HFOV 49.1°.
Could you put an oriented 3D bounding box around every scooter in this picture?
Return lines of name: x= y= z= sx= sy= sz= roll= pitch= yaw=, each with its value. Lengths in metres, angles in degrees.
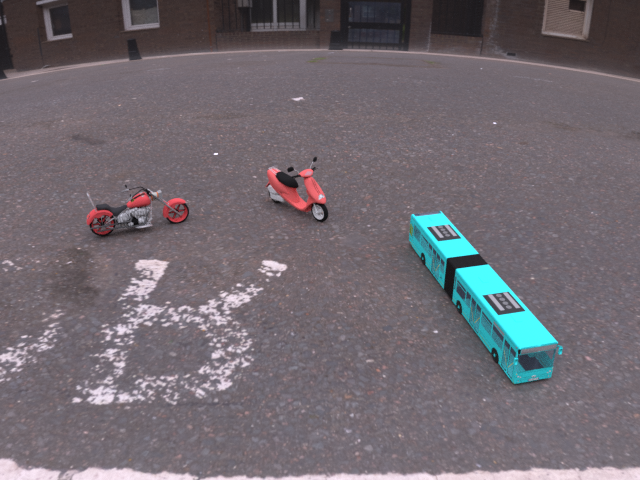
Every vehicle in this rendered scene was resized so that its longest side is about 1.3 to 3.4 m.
scooter: x=-0.391 y=-0.883 z=11.364 sx=1.399 sy=0.919 sz=0.662 roll=24 pitch=37 yaw=37

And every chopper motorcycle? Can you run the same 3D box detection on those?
chopper motorcycle: x=-2.822 y=-0.503 z=10.842 sx=1.563 sy=0.761 sz=0.466 roll=-12 pitch=31 yaw=-21

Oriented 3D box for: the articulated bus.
articulated bus: x=1.970 y=0.588 z=9.081 sx=0.605 sy=0.561 sz=3.401 roll=-7 pitch=30 yaw=-12
